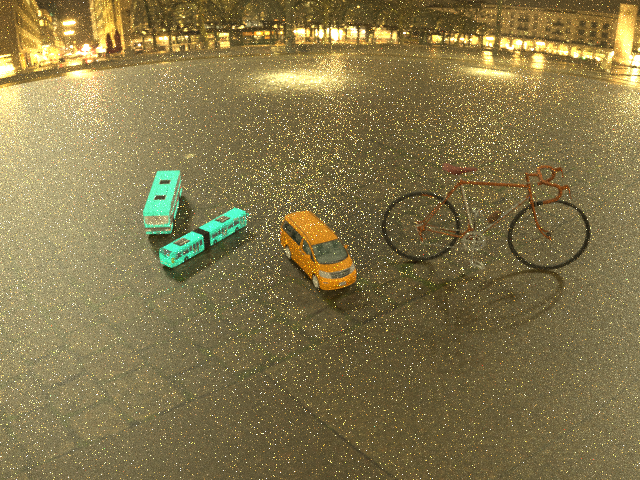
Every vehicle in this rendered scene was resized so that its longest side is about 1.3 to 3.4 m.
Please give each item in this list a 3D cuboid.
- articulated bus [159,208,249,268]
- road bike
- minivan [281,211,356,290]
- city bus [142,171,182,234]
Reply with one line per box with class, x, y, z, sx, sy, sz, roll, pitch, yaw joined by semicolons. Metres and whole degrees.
articulated bus;-1.806;-0.056;11.065;0.311;0.289;1.749;19;34;30
road bike;2.412;-0.348;10.178;3.004;1.656;0.696;4;29;7
minivan;-0.037;0.140;10.370;0.681;0.616;1.548;-14;32;-24
city bus;-2.667;-0.649;11.963;0.476;0.460;1.674;-2;29;-3
